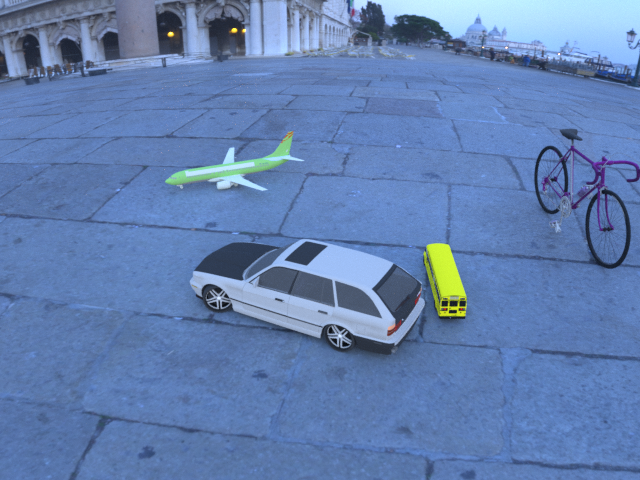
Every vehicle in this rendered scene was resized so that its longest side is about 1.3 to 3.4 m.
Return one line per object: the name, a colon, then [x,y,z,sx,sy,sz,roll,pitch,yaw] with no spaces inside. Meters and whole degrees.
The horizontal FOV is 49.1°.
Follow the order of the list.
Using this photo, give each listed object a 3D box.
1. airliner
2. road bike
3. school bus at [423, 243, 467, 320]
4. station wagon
airliner: [-1.641,-1.485,13.066,2.541,0.835,2.257,-10,30,-19]
road bike: [4.043,-0.803,10.912,0.696,1.656,3.004,-4,28,-8]
school bus: [1.714,0.506,9.753,0.365,0.434,1.708,0,28,0]
station wagon: [-0.234,0.542,9.169,3.105,0.920,1.327,14,31,24]
